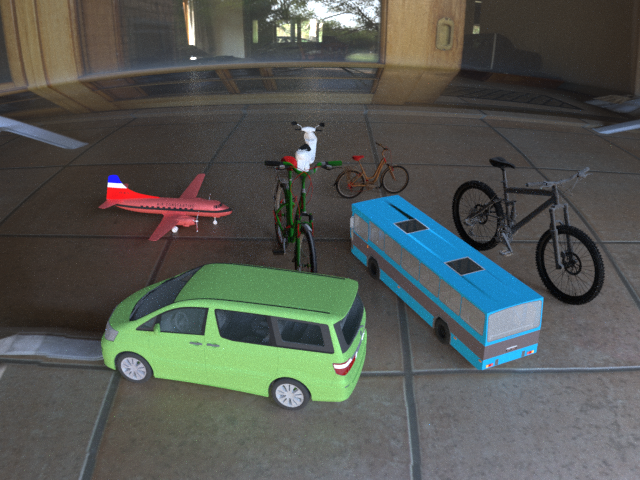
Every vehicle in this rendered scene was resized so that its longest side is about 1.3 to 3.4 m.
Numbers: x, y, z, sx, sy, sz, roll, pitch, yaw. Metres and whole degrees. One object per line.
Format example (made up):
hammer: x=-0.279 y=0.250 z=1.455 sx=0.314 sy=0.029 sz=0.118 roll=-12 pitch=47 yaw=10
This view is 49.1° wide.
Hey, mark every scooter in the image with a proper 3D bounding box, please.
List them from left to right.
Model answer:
scooter: x=-0.258 y=-1.794 z=13.565 sx=0.662 sy=0.919 sz=1.399 roll=4 pitch=28 yaw=8

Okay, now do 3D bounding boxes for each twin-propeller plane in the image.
twin-propeller plane: x=-2.488 y=-0.656 z=11.489 sx=2.129 sy=0.792 sz=2.663 roll=3 pitch=27 yaw=6

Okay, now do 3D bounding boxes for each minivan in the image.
minivan: x=-1.000 y=0.960 z=7.902 sx=3.011 sy=1.197 sz=1.324 roll=7 pitch=28 yaw=13

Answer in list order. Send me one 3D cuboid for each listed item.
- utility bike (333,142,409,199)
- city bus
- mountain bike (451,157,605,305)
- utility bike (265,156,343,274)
utility bike: x=0.906 y=-1.241 z=12.458 sx=1.435 sy=0.946 sz=0.535 roll=-7 pitch=28 yaw=-13
city bus: x=1.492 y=0.454 z=9.218 sx=0.926 sy=0.894 sz=3.255 roll=-12 pitch=30 yaw=-22
mountain bike: x=2.827 y=-0.282 z=9.783 sx=1.114 sy=1.688 sz=2.857 roll=-15 pitch=31 yaw=-27
utility bike: x=-0.290 y=-0.407 z=9.859 sx=1.039 sy=1.839 sz=2.791 roll=-6 pitch=28 yaw=-12
